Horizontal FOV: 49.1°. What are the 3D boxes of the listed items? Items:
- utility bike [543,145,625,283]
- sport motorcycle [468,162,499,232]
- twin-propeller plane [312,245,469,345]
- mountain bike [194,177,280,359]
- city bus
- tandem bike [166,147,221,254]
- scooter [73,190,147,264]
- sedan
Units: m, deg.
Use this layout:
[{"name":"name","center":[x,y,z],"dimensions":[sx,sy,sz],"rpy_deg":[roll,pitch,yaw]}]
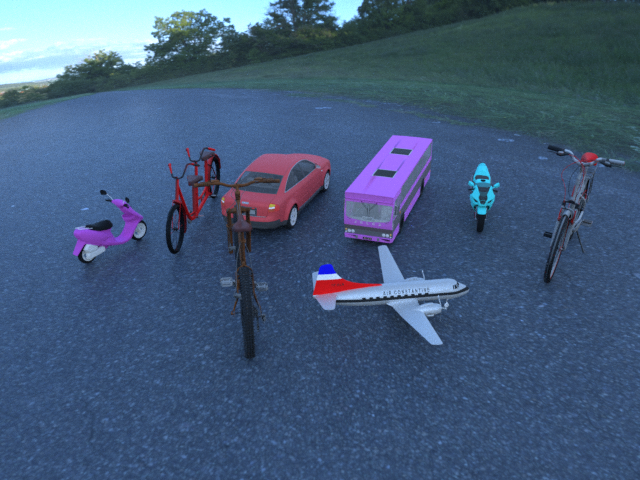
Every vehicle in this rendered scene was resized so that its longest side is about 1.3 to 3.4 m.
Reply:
[{"name":"utility bike","center":[3.864,-0.549,10.408],"dimensions":[1.039,1.839,2.791],"rpy_deg":[13,28,25]},{"name":"sport motorcycle","center":[2.769,-0.748,12.019],"dimensions":[0.506,0.821,1.520],"rpy_deg":[5,26,10]},{"name":"twin-propeller plane","center":[0.957,0.606,9.190],"dimensions":[2.129,0.792,2.663],"rpy_deg":[-4,26,-8]},{"name":"mountain bike","center":[-0.998,0.213,8.974],"dimensions":[1.114,1.688,2.857],"rpy_deg":[-4,26,-8]},{"name":"city bus","center":[1.272,-0.948,12.358],"dimensions":[0.926,0.894,3.255],"rpy_deg":[8,27,17]},{"name":"tandem bike","center":[-2.094,-0.921,11.796],"dimensions":[0.550,1.326,3.192],"rpy_deg":[3,25,6]},{"name":"scooter","center":[-3.247,-0.239,10.828],"dimensions":[0.662,0.919,1.399],"rpy_deg":[17,30,31]},{"name":"sedan","center":[-0.699,-1.070,12.562],"dimensions":[1.235,0.940,3.137],"rpy_deg":[8,27,17]}]
